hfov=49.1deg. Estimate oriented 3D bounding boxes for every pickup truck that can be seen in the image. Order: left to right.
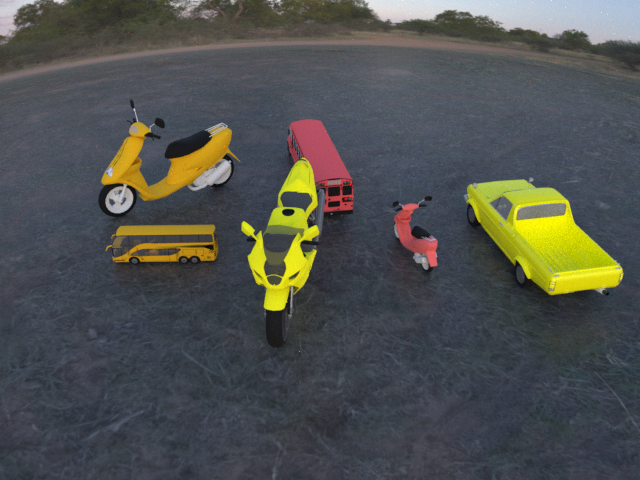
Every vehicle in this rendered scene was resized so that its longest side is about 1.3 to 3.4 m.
[{"bbox_3d":[3.326,-0.195,10.799,1.244,0.993,3.117,-6,31,-10],"label":"pickup truck"}]

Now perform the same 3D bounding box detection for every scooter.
[{"bbox_3d":[-2.640,-1.501,12.230,2.721,1.786,1.288,-20,36,-31],"label":"scooter"},{"bbox_3d":[1.465,-0.156,10.805,0.662,0.919,1.399,-10,32,-16],"label":"scooter"}]

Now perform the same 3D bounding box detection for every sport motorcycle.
[{"bbox_3d":[-0.416,0.102,9.703,0.983,1.596,2.955,3,31,5],"label":"sport motorcycle"}]

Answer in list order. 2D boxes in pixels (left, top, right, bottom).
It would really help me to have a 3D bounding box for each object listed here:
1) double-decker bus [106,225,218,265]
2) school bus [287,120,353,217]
[{"bbox_3d":[-2.421,0.062,10.807,1.672,0.541,0.389,-1,31,-1],"label":"double-decker bus"},{"bbox_3d":[-0.071,-1.459,13.084,0.709,0.844,3.322,-6,31,-9],"label":"school bus"}]
